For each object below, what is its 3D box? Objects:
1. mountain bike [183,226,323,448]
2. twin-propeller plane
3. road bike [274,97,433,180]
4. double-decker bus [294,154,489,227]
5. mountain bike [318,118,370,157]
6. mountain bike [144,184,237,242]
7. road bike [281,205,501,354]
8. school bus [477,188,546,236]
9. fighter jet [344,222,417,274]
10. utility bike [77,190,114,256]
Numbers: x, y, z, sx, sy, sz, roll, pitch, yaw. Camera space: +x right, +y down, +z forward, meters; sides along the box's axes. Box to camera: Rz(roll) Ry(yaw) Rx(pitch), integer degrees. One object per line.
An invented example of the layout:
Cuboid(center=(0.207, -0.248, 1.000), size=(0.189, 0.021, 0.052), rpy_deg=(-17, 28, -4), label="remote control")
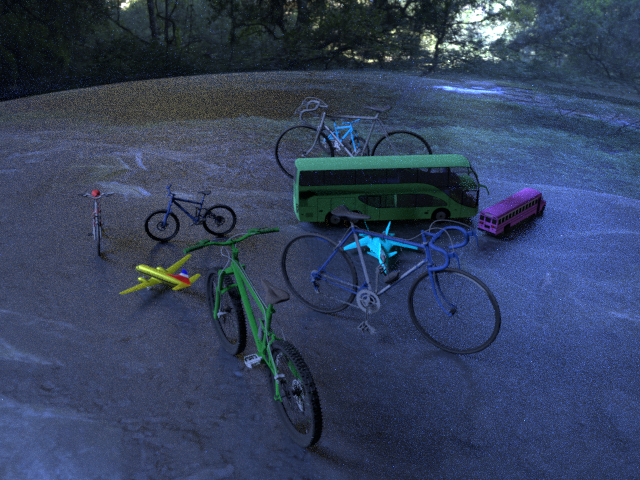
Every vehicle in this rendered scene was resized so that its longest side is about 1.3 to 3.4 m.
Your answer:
Cuboid(center=(-0.704, 0.923, 7.583), size=(1.114, 1.688, 2.857), rpy_deg=(-14, 30, -26), label="mountain bike")
Cuboid(center=(-2.239, 0.474, 9.918), size=(1.095, 0.407, 1.370), rpy_deg=(17, 31, 30), label="twin-propeller plane")
Cuboid(center=(0.608, -1.782, 13.039), size=(3.004, 1.656, 0.697), rpy_deg=(5, 27, 9), label="road bike")
Cuboid(center=(1.175, -0.866, 11.880), size=(3.251, 1.052, 0.756), rpy_deg=(-2, 27, -4), label="double-decker bus")
Cuboid(center=(0.474, -2.136, 14.631), size=(1.469, 0.868, 0.573), rpy_deg=(24, 35, 39), label="mountain bike")
Cuboid(center=(-2.074, -0.415, 11.183), size=(1.469, 0.868, 0.573), rpy_deg=(-6, 27, -12), label="mountain bike")
Cuboid(center=(0.778, 0.423, 8.621), size=(3.004, 1.656, 0.697), rpy_deg=(14, 30, 26), label="road bike")
Cuboid(center=(3.298, -0.506, 11.850), size=(0.365, 0.434, 1.708), rpy_deg=(24, 35, 39), label="school bus")
Cuboid(center=(0.945, 0.115, 10.771), size=(1.147, 0.286, 1.358), rpy_deg=(-1, 27, -1), label="fighter jet")
Cuboid(center=(-3.479, -0.392, 11.050), size=(0.535, 0.946, 1.435), rpy_deg=(-8, 28, -15), label="utility bike")
